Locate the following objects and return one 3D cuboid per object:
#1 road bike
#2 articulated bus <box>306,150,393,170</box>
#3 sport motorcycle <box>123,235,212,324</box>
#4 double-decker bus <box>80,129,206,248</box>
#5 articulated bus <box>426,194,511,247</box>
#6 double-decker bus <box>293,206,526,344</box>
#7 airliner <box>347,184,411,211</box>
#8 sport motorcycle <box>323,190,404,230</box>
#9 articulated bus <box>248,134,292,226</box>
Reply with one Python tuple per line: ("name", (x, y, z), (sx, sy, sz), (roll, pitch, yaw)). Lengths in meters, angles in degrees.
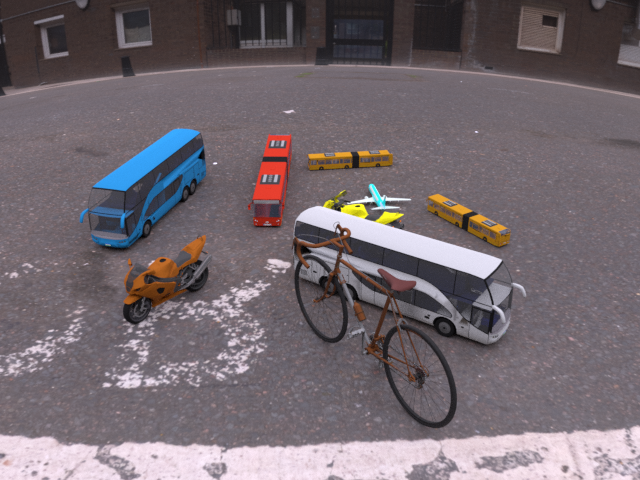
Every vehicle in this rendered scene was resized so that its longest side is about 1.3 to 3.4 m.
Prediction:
("road bike", (0.521, 0.878, 8.025), (0.696, 1.656, 3.004), (-18, 32, -30))
("articulated bus", (0.608, -1.634, 14.288), (1.749, 0.289, 0.311), (-4, 28, -8))
("sport motorcycle", (-2.096, 0.531, 9.587), (0.506, 0.821, 1.520), (20, 33, 33))
("double-decker bus", (-2.929, -0.944, 12.150), (0.756, 1.052, 3.251), (7, 29, 14))
("articulated bus", (2.477, -0.353, 11.845), (0.311, 0.289, 1.749), (-17, 32, -30))
("double-decker bus", (1.091, 0.442, 9.506), (3.251, 1.052, 0.756), (18, 32, 30))
("airliner", (1.042, -0.844, 12.629), (1.161, 0.429, 1.307), (-4, 28, -7))
("sport motorcycle", (0.616, -0.251, 11.077), (1.520, 0.821, 0.506), (16, 32, 28))
("articulated bus", (-0.865, -1.214, 13.194), (0.605, 0.561, 3.401), (0, 28, 1))
